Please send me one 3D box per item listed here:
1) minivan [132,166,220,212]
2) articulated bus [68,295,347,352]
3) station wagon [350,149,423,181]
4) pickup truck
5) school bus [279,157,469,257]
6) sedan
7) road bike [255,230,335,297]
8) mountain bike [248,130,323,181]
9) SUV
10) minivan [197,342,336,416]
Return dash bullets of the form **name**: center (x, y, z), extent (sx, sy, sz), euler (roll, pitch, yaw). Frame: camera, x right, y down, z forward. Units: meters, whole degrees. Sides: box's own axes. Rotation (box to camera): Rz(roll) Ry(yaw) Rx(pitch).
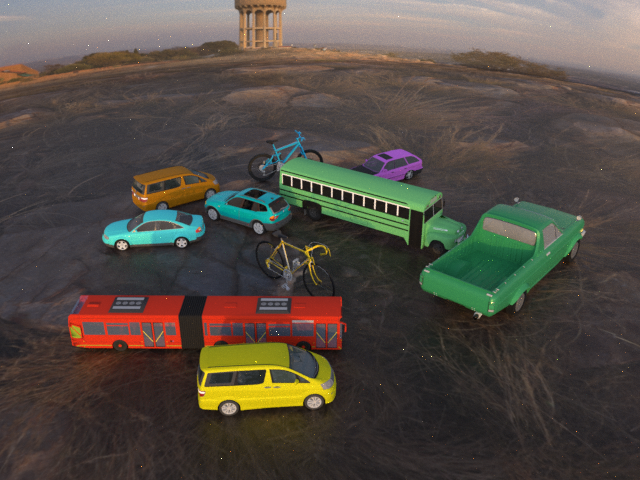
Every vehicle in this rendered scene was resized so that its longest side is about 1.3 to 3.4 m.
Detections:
- **minivan**: center (-2.547, -0.963, 12.468), extent (1.548, 0.616, 0.681), euler (-19, 33, -31)
- **articulated bus**: center (-1.378, 1.036, 8.787), extent (3.401, 0.561, 0.605), euler (0, 28, 1)
- **station wagon**: center (1.207, -1.374, 13.388), extent (1.597, 0.473, 0.682), euler (-18, 33, -30)
- **pickup truck**: center (2.710, 0.122, 10.038), extent (1.244, 0.993, 3.117), euler (22, 35, 34)
- **school bus**: center (0.842, -0.593, 11.532), extent (3.322, 0.844, 0.709), euler (18, 33, 29)
- **sedan**: center (-2.652, -0.194, 11.169), extent (1.613, 0.483, 0.635), euler (-3, 28, -5)
- **road bike**: center (-0.372, 0.327, 9.804), extent (1.545, 0.852, 0.358), euler (23, 36, 36)
- **mountain bike**: center (-0.652, -1.565, 13.325), extent (1.469, 0.868, 0.573), euler (-7, 29, -12)
- **SUV**: center (-1.224, -0.573, 11.776), extent (1.572, 0.580, 0.656), euler (17, 32, 28)
- **minivan**: center (-0.592, 1.510, 7.842), extent (1.548, 0.616, 0.681), euler (-3, 28, -5)
